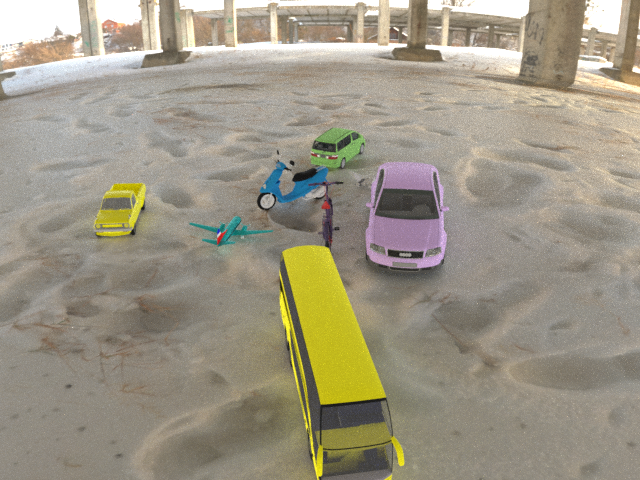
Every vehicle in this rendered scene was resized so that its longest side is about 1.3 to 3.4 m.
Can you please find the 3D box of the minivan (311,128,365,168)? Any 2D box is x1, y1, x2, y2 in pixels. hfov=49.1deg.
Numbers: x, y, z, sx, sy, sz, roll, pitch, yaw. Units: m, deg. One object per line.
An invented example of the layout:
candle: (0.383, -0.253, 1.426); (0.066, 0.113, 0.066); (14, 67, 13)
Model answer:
minivan: (0.387, -1.902, 13.965); (0.681, 0.616, 1.548); (12, 30, 23)

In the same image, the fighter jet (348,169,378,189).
fighter jet: (1.099, -1.276, 13.099); (1.147, 0.286, 1.358); (14, 30, 26)

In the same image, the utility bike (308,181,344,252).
utility bike: (0.080, -0.385, 10.631); (0.535, 0.946, 1.435); (1, 27, 2)

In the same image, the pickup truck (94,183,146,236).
pickup truck: (-3.259, -0.567, 11.465); (0.640, 0.511, 1.603); (-2, 27, -4)

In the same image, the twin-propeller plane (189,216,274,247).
twin-propeller plane: (-1.410, -0.183, 10.826); (1.370, 0.407, 1.095); (5, 28, 10)

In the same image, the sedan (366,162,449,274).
sedan: (1.353, -0.523, 10.907); (1.235, 0.940, 3.137); (3, 27, 6)

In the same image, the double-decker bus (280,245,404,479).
double-decker bus: (0.078, 1.230, 7.350); (0.756, 1.052, 3.251); (-4, 27, -9)

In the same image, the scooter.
scooter: (-0.436, -1.033, 11.929); (1.399, 0.919, 0.662); (-13, 30, -24)
